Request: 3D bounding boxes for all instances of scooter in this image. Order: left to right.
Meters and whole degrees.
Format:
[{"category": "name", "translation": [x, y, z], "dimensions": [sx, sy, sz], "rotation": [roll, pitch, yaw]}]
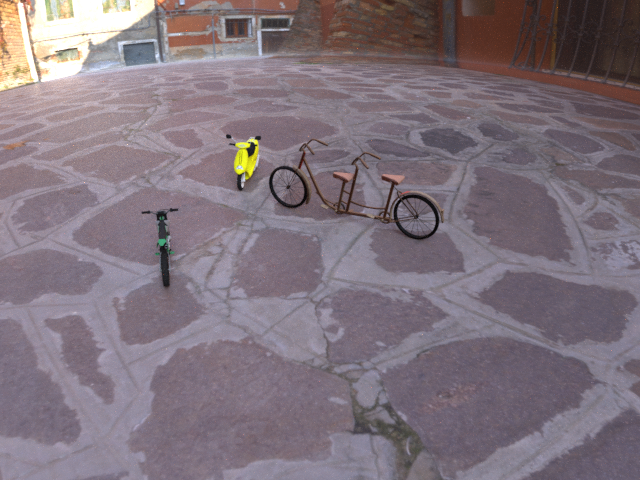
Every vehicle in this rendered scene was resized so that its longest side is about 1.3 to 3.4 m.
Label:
[{"category": "scooter", "translation": [-1.378, -1.586, 13.133], "dimensions": [0.662, 0.919, 1.399], "rotation": [4, 29, 7]}]

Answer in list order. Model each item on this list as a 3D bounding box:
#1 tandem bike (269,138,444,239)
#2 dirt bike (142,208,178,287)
[{"category": "tandem bike", "translation": [0.514, -0.863, 11.374], "dimensions": [3.192, 1.326, 0.550], "rotation": [15, 32, 25]}, {"category": "dirt bike", "translation": [-2.297, 0.014, 10.252], "dimensions": [0.527, 0.857, 1.493], "rotation": [-5, 29, -10]}]
